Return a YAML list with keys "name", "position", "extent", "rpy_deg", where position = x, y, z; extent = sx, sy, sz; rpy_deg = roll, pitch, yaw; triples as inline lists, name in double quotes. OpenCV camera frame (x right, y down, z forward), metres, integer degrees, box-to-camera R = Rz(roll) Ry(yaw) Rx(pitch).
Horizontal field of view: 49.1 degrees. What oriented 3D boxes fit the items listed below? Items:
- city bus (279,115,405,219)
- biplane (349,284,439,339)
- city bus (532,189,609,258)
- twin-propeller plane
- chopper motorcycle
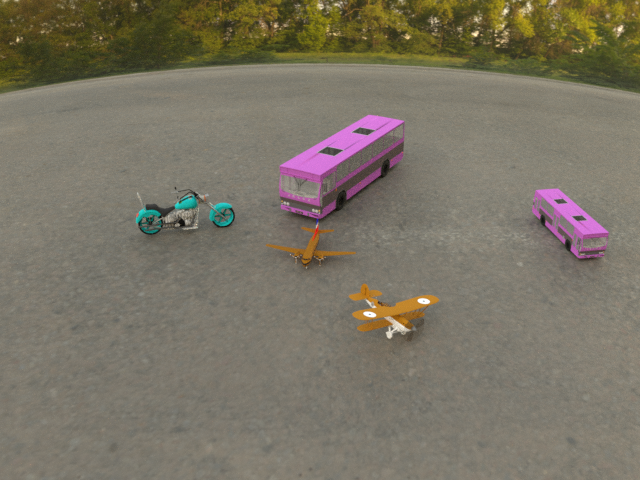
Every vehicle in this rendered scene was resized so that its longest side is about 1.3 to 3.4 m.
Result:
- name: "city bus"
  position: [0.486, -1.371, 12.715]
  extent: [0.926, 0.894, 3.255]
  rpy_deg: [16, 31, 27]
- name: "biplane"
  position: [0.861, 0.891, 8.825]
  extent: [1.336, 0.504, 1.090]
  rpy_deg: [-18, 33, -30]
- name: "city bus"
  position: [3.921, -0.270, 11.085]
  extent: [0.476, 0.460, 1.674]
  rpy_deg: [-4, 28, -8]
- name: "twin-propeller plane"
  position: [-0.125, 0.062, 10.508]
  extent: [1.370, 0.407, 1.095]
  rpy_deg: [5, 28, 9]
- name: "chopper motorcycle"
  position: [-2.150, -0.487, 11.175]
  extent: [1.563, 0.761, 0.466]
  rpy_deg: [-8, 29, -15]
